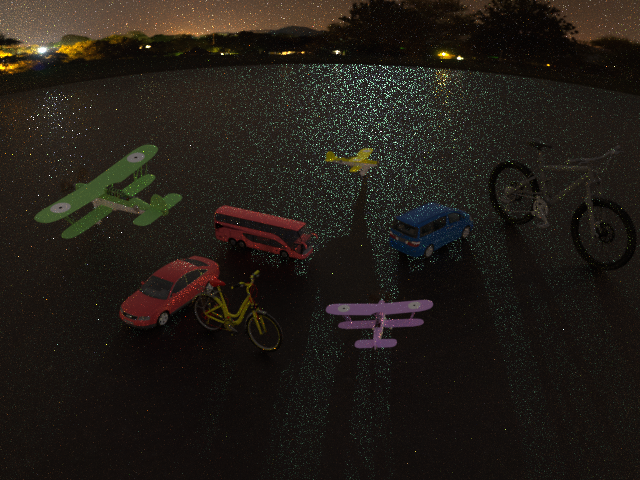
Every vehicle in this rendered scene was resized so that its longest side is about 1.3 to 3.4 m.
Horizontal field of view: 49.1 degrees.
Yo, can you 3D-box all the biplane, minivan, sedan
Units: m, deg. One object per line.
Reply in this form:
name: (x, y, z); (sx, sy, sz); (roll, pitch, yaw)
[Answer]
biplane: (0.649, -1.539, 13.668); (1.090, 0.504, 1.336); (7, 28, 14)
biplane: (0.710, 1.042, 8.716); (1.336, 0.504, 1.090); (4, 28, 8)
biplane: (-3.313, -0.643, 11.434); (2.120, 0.981, 2.598); (15, 31, 26)
minivan: (1.789, -0.235, 11.045); (1.548, 0.616, 0.681); (-24, 36, -37)
sedan: (-2.026, 0.644, 9.502); (0.635, 0.483, 1.613); (16, 31, 28)

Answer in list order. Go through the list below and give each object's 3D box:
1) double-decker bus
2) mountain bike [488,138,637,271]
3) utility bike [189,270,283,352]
double-decker bus: (-0.865, -0.112, 10.890); (1.672, 0.541, 0.389); (13, 30, 23)
mountain bike: (3.661, -0.696, 10.770); (1.114, 1.688, 2.857); (-16, 31, -28)
utility bike: (-1.039, 0.817, 8.669); (1.435, 0.946, 0.535); (15, 31, 26)
